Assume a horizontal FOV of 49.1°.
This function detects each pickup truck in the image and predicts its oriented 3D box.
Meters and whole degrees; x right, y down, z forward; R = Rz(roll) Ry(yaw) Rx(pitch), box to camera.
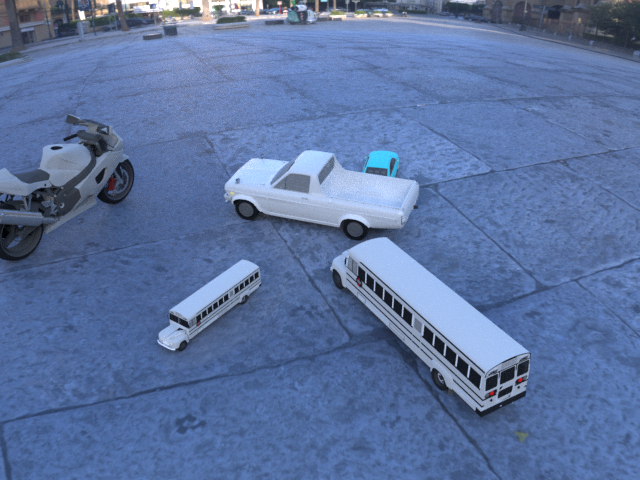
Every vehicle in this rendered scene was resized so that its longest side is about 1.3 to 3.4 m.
[{"bbox_3d":[0.014,-0.839,11.408,3.117,0.993,1.244,11,33,16],"label":"pickup truck"}]

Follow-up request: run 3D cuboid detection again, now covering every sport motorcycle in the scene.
[{"bbox_3d":[-4.025,-0.866,10.881,0.983,1.596,2.955,18,36,26],"label":"sport motorcycle"}]

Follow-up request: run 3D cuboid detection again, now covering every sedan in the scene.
[{"bbox_3d":[1.077,-1.284,12.605,0.635,0.483,1.613,6,32,10],"label":"sedan"}]

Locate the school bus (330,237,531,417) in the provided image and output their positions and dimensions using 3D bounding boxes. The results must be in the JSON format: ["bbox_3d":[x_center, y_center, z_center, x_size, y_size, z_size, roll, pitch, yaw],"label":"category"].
[{"bbox_3d":[1.202,0.865,8.813,0.709,0.844,3.322,-17,36,-25],"label":"school bus"}]

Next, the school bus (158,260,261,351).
[{"bbox_3d":[-1.444,0.844,9.233,0.365,0.434,1.708,20,37,29],"label":"school bus"}]
